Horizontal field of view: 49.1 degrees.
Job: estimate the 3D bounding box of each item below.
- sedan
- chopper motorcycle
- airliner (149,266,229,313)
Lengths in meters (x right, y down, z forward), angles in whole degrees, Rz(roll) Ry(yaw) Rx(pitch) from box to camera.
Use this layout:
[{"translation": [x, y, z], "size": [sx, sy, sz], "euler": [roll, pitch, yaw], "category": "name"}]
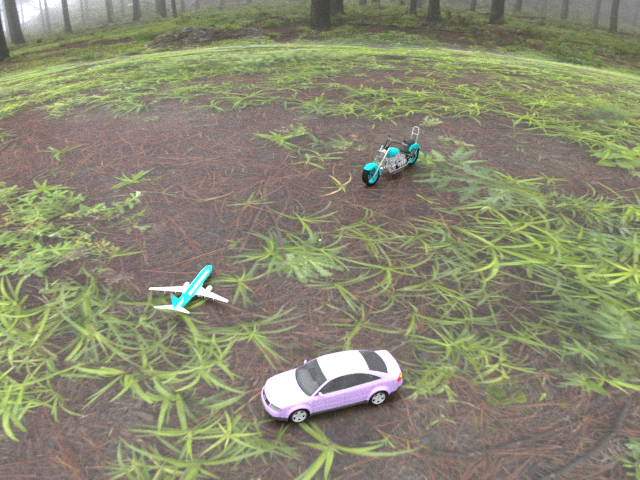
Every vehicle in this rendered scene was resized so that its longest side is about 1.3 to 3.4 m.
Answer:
[{"translation": [0.136, 1.578, 7.863], "size": [1.613, 0.483, 0.635], "euler": [-9, 31, -16], "category": "sedan"}, {"translation": [1.342, -1.567, 13.011], "size": [0.466, 0.761, 1.563], "euler": [26, 39, 37], "category": "chopper motorcycle"}, {"translation": [-1.758, 0.594, 9.614], "size": [1.161, 0.429, 1.307], "euler": [8, 31, 13], "category": "airliner"}]
